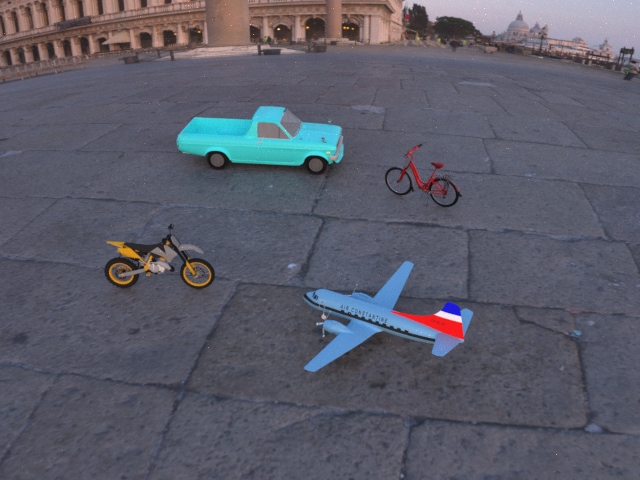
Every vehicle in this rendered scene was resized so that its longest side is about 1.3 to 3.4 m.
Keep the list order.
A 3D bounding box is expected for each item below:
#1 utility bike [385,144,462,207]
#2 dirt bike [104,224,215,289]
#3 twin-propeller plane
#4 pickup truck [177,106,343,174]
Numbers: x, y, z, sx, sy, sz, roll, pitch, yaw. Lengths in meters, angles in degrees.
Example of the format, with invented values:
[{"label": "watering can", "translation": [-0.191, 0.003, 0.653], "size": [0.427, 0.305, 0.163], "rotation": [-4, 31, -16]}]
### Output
[{"label": "utility bike", "translation": [1.699, -1.052, 11.690], "size": [1.435, 0.946, 0.535], "rotation": [17, 33, 29]}, {"label": "dirt bike", "translation": [-2.154, 0.274, 9.322], "size": [1.493, 0.857, 0.527], "rotation": [1, 28, 2]}, {"label": "twin-propeller plane", "translation": [0.707, 0.837, 8.344], "size": [2.129, 0.792, 2.663], "rotation": [15, 32, 26]}, {"label": "pickup truck", "translation": [-1.104, -1.980, 13.364], "size": [3.117, 0.993, 1.244], "rotation": [4, 29, 7]}]
